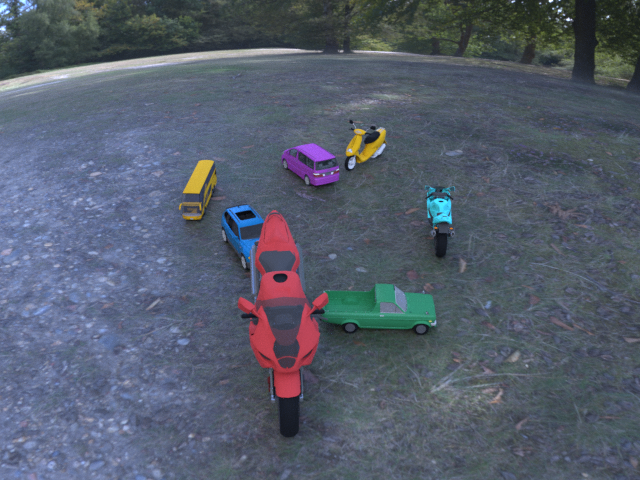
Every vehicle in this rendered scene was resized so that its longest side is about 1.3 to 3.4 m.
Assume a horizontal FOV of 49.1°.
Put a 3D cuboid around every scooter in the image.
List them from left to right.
[{"bbox_3d":[0.959,-2.035,14.543,0.662,0.919,1.399,22,36,34],"label":"scooter"}]

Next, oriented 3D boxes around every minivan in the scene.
[{"bbox_3d":[-0.221,-1.590,14.054,0.681,0.616,1.548,-15,33,-26],"label":"minivan"}]

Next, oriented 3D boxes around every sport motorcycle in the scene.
[{"bbox_3d":[-0.470,0.923,8.518,0.983,1.596,2.955,-3,29,-5],"label":"sport motorcycle"},{"bbox_3d":[1.984,-0.353,11.615,0.506,0.821,1.520,2,29,4],"label":"sport motorcycle"}]

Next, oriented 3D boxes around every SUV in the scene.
[{"bbox_3d":[-1.132,-0.083,11.377,0.656,0.580,1.572,-13,32,-22],"label":"SUV"}]

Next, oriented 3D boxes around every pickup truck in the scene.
[{"bbox_3d":[0.805,0.916,9.649,1.603,0.511,0.640,1,29,2],"label":"pickup truck"}]

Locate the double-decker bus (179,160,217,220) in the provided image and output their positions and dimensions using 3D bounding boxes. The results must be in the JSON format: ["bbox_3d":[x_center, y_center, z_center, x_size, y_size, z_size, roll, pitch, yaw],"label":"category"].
[{"bbox_3d":[-2.224,-0.922,12.928,0.389,0.541,1.672,1,29,2],"label":"double-decker bus"}]
